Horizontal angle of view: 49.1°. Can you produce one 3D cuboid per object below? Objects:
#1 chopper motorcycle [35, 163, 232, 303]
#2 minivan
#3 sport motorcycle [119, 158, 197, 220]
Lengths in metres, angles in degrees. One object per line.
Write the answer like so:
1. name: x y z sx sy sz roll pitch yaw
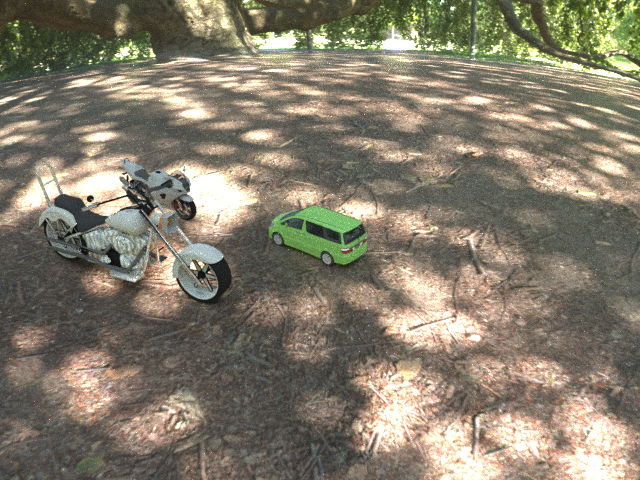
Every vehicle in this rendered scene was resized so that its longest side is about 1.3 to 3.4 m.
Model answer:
1. chopper motorcycle: -2.565 -0.113 9.363 3.040 1.480 0.906 13 31 22
2. minivan: -0.063 -0.141 10.321 1.548 0.616 0.681 21 35 33
3. sport motorcycle: -2.622 -0.829 11.371 1.520 0.821 0.506 16 33 27
